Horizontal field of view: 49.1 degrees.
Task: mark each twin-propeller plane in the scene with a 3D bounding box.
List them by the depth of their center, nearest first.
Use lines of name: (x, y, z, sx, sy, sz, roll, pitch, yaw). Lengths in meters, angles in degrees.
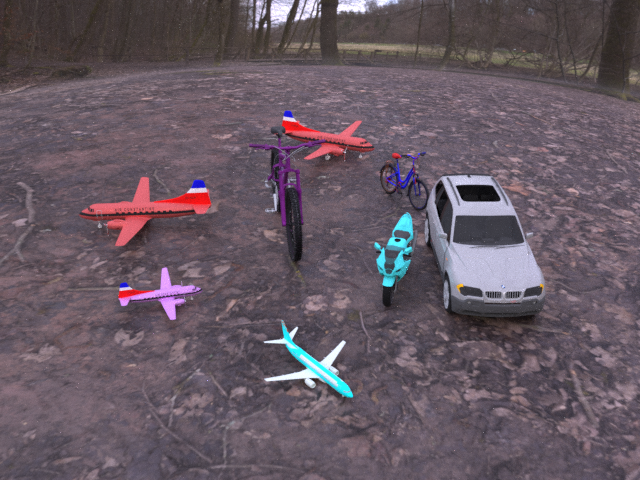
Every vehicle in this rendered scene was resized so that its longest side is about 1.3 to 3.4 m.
twin-propeller plane: (-2.107, 0.679, 9.274, 1.095, 0.407, 1.370, -7, 28, -14)
twin-propeller plane: (-2.830, -0.576, 11.308, 2.129, 0.792, 2.663, -2, 27, -4)
twin-propeller plane: (0.138, -2.170, 14.430, 2.129, 0.792, 2.663, 12, 29, 22)

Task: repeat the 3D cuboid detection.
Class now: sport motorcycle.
sport motorcycle: (1.060, 0.257, 9.645, 0.506, 0.821, 1.520, 7, 28, 14)

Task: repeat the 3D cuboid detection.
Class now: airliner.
airliner: (-0.062, 1.352, 7.931, 1.161, 0.429, 1.307, -20, 33, -34)

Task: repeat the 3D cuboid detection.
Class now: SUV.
SUV: (2.242, -0.029, 9.867, 1.276, 1.128, 3.058, 0, 27, 0)

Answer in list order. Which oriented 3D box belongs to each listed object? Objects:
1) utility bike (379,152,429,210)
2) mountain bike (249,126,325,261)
utility bike: (1.500, -1.138, 12.240, 0.535, 0.946, 1.435, -15, 31, -27)
mountain bike: (-0.561, -0.893, 10.944, 1.114, 1.688, 2.857, -5, 27, -9)
